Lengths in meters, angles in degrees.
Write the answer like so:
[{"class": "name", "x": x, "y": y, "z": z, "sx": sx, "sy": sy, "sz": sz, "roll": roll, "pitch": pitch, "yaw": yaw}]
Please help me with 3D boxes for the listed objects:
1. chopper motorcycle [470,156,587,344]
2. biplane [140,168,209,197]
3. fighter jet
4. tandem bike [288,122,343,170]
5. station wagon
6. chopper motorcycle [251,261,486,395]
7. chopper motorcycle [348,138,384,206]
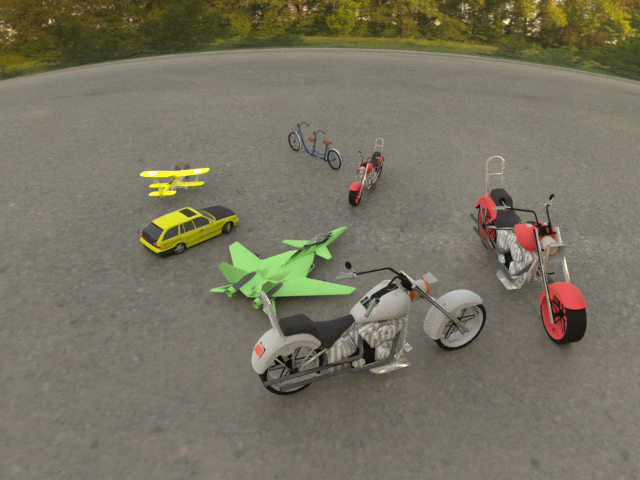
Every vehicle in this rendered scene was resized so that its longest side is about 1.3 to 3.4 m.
[{"class": "chopper motorcycle", "x": 2.872, "y": 0.054, "z": 9.696, "sx": 0.906, "sy": 1.480, "sz": 3.040, "roll": -5, "pitch": 31, "yaw": -9}, {"class": "biplane", "x": -2.647, "y": -1.013, "z": 12.491, "sx": 1.336, "sy": 0.504, "sz": 1.090, "roll": 7, "pitch": 31, "yaw": 11}, {"class": "fighter jet", "x": -0.330, "y": 0.184, "z": 10.389, "sx": 2.229, "sy": 0.557, "sz": 2.640, "roll": 20, "pitch": 36, "yaw": 30}, {"class": "tandem bike", "x": -0.112, "y": -1.889, "z": 13.815, "sx": 0.283, "sy": 0.682, "sz": 1.642, "roll": -24, "pitch": 38, "yaw": -35}, {"class": "station wagon", "x": -2.064, "y": -0.243, "z": 11.203, "sx": 1.597, "sy": 0.473, "sz": 0.682, "roll": -25, "pitch": 39, "yaw": -36}, {"class": "chopper motorcycle", "x": 0.657, "y": 0.930, "z": 8.196, "sx": 3.040, "sy": 1.480, "sz": 0.906, "roll": -12, "pitch": 32, "yaw": -20}, {"class": "chopper motorcycle", "x": 0.843, "y": -1.234, "z": 12.614, "sx": 0.466, "sy": 0.761, "sz": 1.563, "roll": 12, "pitch": 32, "yaw": 19}]
